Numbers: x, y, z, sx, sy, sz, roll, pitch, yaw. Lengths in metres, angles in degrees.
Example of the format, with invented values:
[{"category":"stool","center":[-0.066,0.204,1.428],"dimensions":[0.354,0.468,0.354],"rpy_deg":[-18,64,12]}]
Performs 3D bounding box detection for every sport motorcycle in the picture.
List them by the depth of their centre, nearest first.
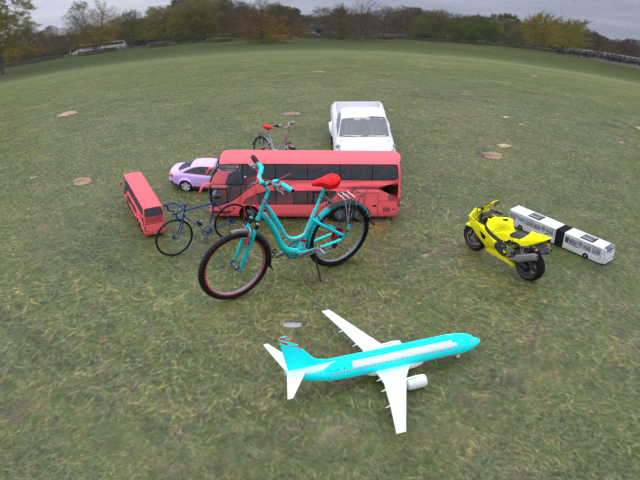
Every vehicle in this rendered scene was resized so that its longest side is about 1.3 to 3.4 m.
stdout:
[{"category":"sport motorcycle","center":[2.658,-0.008,10.091],"dimensions":[0.506,0.821,1.520],"rpy_deg":[-19,34,-30]}]

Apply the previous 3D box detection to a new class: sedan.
[{"category":"sedan","center":[-1.898,-1.185,12.577],"dimensions":[1.613,0.483,0.635],"rpy_deg":[4,29,7]}]

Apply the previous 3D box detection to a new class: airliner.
[{"category":"airliner","center":[0.712,1.196,7.893],"dimensions":[2.541,0.835,2.257],"rpy_deg":[-10,30,-17]}]

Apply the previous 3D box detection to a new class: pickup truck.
[{"category":"pickup truck","center":[0.814,-2.110,13.728],"dimensions":[1.244,0.993,3.117],"rpy_deg":[0,29,-1]}]

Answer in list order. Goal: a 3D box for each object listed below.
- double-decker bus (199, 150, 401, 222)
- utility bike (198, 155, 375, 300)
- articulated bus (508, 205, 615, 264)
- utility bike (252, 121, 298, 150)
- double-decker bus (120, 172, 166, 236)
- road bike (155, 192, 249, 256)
[{"category":"double-decker bus","center":[-0.303,-0.911,11.490],"dimensions":[3.251,1.052,0.756],"rpy_deg":[0,29,1]},{"category":"utility bike","center":[-0.325,-0.183,9.354],"dimensions":[2.791,1.839,1.039],"rpy_deg":[-17,33,-28]},{"category":"articulated bus","center":[3.680,-0.101,10.811],"dimensions":[0.311,0.289,1.749],"rpy_deg":[-22,35,-34]},{"category":"utility bike","center":[-0.787,-1.823,13.255],"dimensions":[1.435,0.946,0.535],"rpy_deg":[25,38,38]},{"category":"double-decker bus","center":[-2.917,-0.632,11.514],"dimensions":[0.389,0.541,1.672],"rpy_deg":[-13,31,-22]},{"category":"road bike","center":[-1.762,-0.271,10.538],"dimensions":[1.545,0.852,0.358],"rpy_deg":[-18,33,-29]}]
